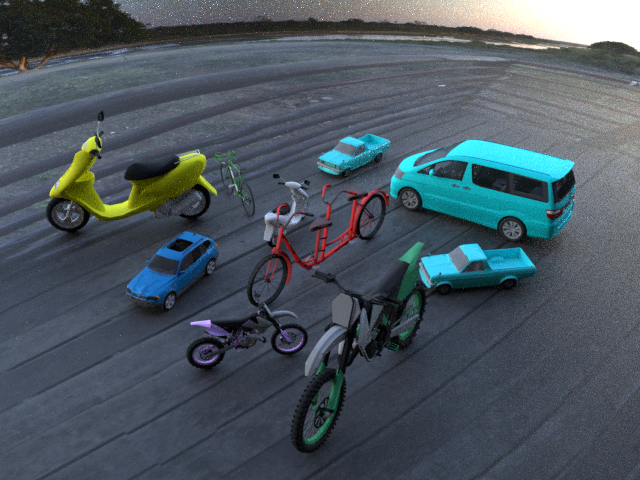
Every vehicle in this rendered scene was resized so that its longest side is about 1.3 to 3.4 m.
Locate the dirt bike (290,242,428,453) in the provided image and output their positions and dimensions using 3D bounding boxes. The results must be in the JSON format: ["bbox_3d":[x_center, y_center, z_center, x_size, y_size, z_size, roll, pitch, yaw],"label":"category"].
[{"bbox_3d":[0.548,1.033,7.790,1.024,1.666,2.903,18,35,28],"label":"dirt bike"}]

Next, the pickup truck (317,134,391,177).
[{"bbox_3d":[0.672,-1.709,13.548,0.640,0.511,1.603,25,39,36],"label":"pickup truck"}]

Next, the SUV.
[{"bbox_3d":[-2.075,0.392,9.936,0.656,0.580,1.572,15,34,23],"label":"SUV"}]

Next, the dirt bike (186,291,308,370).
[{"bbox_3d":[-0.875,1.123,8.431,1.493,0.857,0.527,-7,31,-12],"label":"dirt bike"}]

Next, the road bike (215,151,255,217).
[{"bbox_3d":[-1.437,-1.005,12.026,0.358,0.852,1.545,-15,34,-23],"label":"road bike"}]

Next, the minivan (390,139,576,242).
[{"bbox_3d":[2.643,-0.970,11.629,3.011,1.197,1.324,19,36,29],"label":"minivan"}]

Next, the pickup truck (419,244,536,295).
[{"bbox_3d":[2.251,0.366,10.048,1.603,0.511,0.640,-4,31,-8],"label":"pickup truck"}]

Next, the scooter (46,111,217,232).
[{"bbox_3d":[-3.048,-1.035,11.161,2.721,1.786,1.288,-7,31,-11],"label":"scooter"}]

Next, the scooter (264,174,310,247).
[{"bbox_3d":[-0.519,-0.522,11.146,0.662,0.919,1.399,14,33,22],"label":"scooter"}]

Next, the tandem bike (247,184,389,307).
[{"bbox_3d":[0.074,-0.152,10.123,0.550,1.326,3.192,23,38,33],"label":"tandem bike"}]
